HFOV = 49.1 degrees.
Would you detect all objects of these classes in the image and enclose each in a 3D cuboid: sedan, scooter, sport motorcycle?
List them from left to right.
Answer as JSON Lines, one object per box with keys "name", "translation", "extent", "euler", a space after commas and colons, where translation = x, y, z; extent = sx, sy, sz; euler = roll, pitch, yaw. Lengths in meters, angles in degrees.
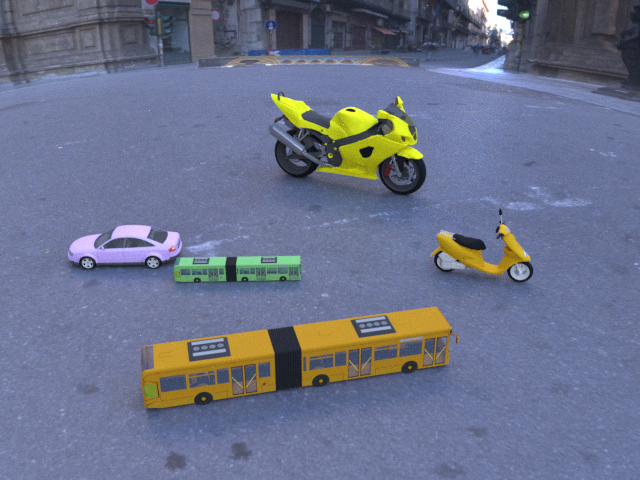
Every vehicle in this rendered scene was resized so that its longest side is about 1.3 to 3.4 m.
{"name": "sedan", "translation": [-2.812, 0.069, 10.071], "extent": [1.613, 0.483, 0.635], "euler": [-1, 27, -1]}
{"name": "sport motorcycle", "translation": [0.469, -1.723, 12.356], "extent": [2.955, 1.596, 0.983], "euler": [12, 29, 22]}
{"name": "scooter", "translation": [2.224, 0.093, 9.545], "extent": [1.399, 0.919, 0.662], "euler": [8, 28, 15]}

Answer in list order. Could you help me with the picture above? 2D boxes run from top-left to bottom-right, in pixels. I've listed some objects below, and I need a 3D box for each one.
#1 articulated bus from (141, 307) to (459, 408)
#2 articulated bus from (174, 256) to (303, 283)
{"name": "articulated bus", "translation": [-0.200, 1.264, 7.645], "extent": [3.401, 0.561, 0.605], "euler": [-6, 28, -12]}
{"name": "articulated bus", "translation": [-1.115, 0.399, 9.639], "extent": [1.749, 0.289, 0.311], "euler": [-1, 27, -2]}
